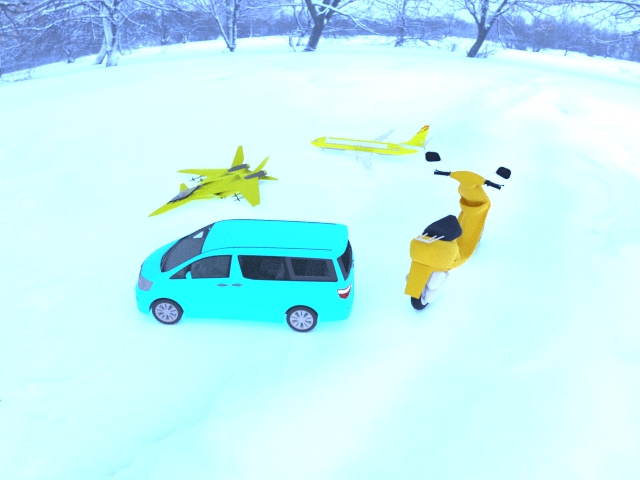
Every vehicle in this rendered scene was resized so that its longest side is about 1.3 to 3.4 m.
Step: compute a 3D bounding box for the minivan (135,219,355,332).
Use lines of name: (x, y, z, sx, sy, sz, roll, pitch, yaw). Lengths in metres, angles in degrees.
minivan: (-1.031, 0.405, 9.580, 3.011, 1.197, 1.324, 3, 30, 5)

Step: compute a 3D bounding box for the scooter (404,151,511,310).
scooter: (1.924, -0.229, 10.097, 1.288, 1.786, 2.721, 17, 34, 27)

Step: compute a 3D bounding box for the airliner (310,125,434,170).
airliner: (0.999, -2.077, 14.304, 2.541, 0.835, 2.257, 9, 31, 15)

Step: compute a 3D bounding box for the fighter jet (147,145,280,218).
fighter jet: (-2.071, -1.019, 12.727, 2.229, 0.557, 2.640, 24, 37, 35)
